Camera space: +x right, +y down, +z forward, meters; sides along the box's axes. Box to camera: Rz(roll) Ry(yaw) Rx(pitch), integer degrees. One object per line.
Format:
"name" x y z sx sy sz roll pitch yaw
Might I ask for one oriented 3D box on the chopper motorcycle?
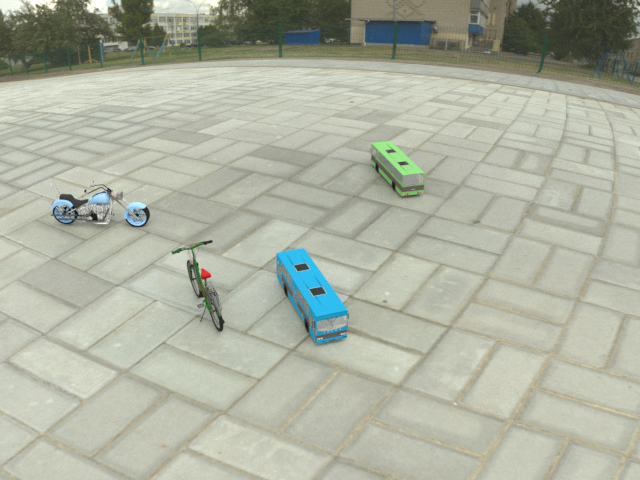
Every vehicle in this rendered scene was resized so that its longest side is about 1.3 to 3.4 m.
"chopper motorcycle" -3.526 -0.575 11.173 1.563 0.761 0.466 1 28 1

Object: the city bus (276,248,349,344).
"city bus" -0.133 0.706 9.101 0.476 0.460 1.674 -10 30 -17

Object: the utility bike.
"utility bike" -1.532 0.545 8.889 0.535 0.946 1.435 -13 31 -23

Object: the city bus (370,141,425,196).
"city bus" 1.399 -1.309 12.860 0.476 0.460 1.674 -8 29 -14
